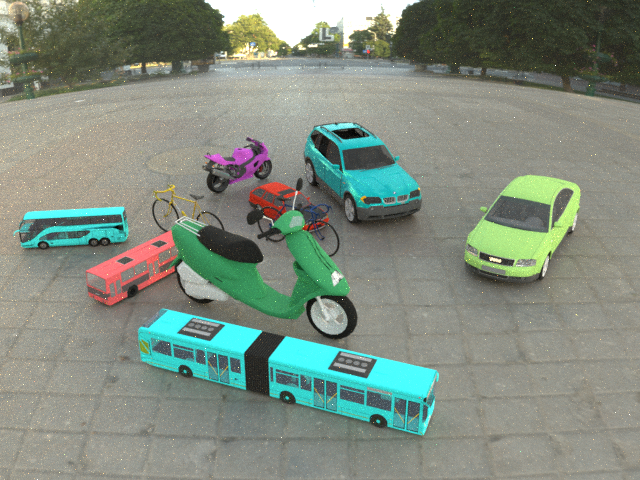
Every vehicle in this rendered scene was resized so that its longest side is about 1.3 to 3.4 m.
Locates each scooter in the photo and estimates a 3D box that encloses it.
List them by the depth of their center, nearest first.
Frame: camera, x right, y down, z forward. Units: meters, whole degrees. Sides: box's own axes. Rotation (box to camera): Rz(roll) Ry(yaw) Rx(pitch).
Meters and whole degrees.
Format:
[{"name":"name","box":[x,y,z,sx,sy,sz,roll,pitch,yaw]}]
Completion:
[{"name":"scooter","box":[-0.782,0.205,8.680,2.721,1.786,1.288,12,28,23]}]

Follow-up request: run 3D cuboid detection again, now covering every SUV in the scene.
[{"name":"SUV","box":[0.680,-1.292,12.523,1.276,1.128,3.058,-10,28,-19]}]

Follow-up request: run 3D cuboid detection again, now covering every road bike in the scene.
[{"name":"road bike","box":[-0.353,-0.246,10.682,1.545,0.852,0.358,16,30,30]},{"name":"road bike","box":[-2.089,-0.390,10.979,1.545,0.852,0.358,16,30,30]}]

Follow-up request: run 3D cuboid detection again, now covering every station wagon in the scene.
[{"name":"station wagon","box":[-0.536,-0.587,11.820,0.682,0.473,1.597,-21,33,-36]}]

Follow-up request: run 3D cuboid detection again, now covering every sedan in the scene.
[{"name":"sedan","box":[3.177,-0.338,10.770,1.235,0.940,3.137,14,29,27]}]

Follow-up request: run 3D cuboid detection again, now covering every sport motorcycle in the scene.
[{"name":"sport motorcycle","box":[-1.509,-1.403,13.106,1.520,0.821,0.506,-22,33,-37]}]

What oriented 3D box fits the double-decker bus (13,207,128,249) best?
[{"name":"double-decker bus","box":[-3.863,-0.189,10.921,1.672,0.541,0.389,-4,26,-7]}]

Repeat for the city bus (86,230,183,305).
[{"name":"city bus","box":[-2.468,0.369,9.861,0.476,0.460,1.674,17,31,31]}]

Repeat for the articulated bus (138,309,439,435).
[{"name":"articulated bus","box":[-0.413,1.390,7.638,3.401,0.561,0.605,10,28,19]}]
